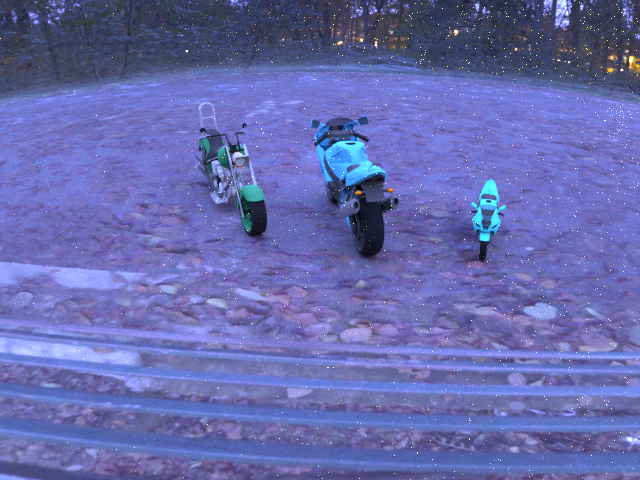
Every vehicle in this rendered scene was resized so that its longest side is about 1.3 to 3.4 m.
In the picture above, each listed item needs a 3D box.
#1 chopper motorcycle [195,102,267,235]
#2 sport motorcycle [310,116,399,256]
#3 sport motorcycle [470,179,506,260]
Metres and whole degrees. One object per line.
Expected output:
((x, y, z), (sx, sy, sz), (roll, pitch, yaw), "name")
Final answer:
((-1.528, -1.259, 11.824), (0.906, 1.480, 3.040), (-11, 29, -21), "chopper motorcycle")
((0.485, -0.941, 11.057), (0.983, 1.596, 2.955), (-6, 27, -11), "sport motorcycle")
((2.546, -0.326, 10.694), (0.506, 0.821, 1.520), (7, 27, 13), "sport motorcycle")
